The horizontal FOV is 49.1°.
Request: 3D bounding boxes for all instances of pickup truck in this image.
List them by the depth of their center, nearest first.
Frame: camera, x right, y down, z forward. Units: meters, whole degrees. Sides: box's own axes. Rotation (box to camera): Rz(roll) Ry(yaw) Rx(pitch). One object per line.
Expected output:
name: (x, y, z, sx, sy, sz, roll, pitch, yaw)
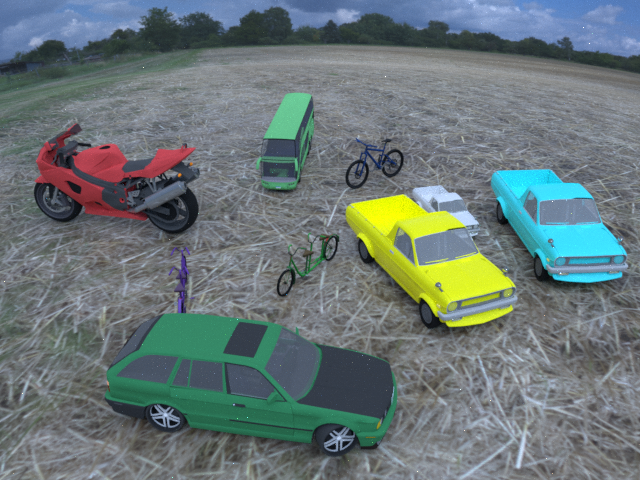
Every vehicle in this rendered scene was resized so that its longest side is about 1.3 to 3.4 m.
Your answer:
pickup truck: (1.480, 0.111, 10.045, 1.244, 0.993, 3.117, -11, 30, -20)
pickup truck: (3.661, -0.407, 11.030, 1.244, 0.993, 3.117, -2, 28, -4)
pickup truck: (2.098, -0.534, 11.790, 0.640, 0.511, 1.603, -7, 29, -13)

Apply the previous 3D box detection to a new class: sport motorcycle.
sport motorcycle: (-3.362, -0.940, 11.395, 2.955, 1.596, 0.983, 5, 28, 10)

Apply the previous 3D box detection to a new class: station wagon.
station wagon: (-0.711, 1.446, 7.584, 3.105, 0.920, 1.327, 5, 28, 10)

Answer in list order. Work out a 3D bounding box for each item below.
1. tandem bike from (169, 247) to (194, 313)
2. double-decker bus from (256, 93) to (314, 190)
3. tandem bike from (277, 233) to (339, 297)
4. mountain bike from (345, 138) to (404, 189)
tandem bike: (-1.870, 0.585, 9.478, 0.283, 0.682, 1.642, -4, 28, -7)
double-decker bus: (-0.612, -2.001, 13.998, 0.756, 1.052, 3.251, 3, 28, 5)
tandem bike: (-0.147, 0.232, 10.150, 0.283, 0.682, 1.642, 16, 32, 28)
mountain bike: (1.050, -1.494, 13.231, 1.469, 0.868, 0.573, -20, 34, -33)
